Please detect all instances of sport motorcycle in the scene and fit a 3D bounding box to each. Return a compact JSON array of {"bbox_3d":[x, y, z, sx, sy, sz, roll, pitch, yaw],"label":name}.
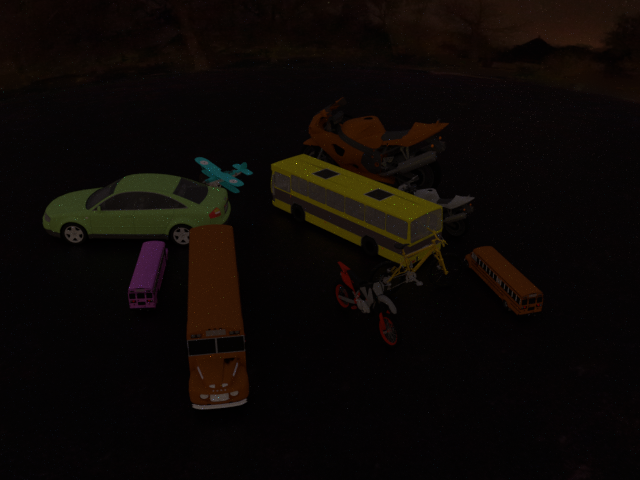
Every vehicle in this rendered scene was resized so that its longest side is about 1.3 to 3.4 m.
[{"bbox_3d":[0.957,-1.736,13.347,2.955,1.596,0.983,12,29,22],"label":"sport motorcycle"},{"bbox_3d":[1.876,-0.555,11.893,1.520,0.821,0.506,17,32,29],"label":"sport motorcycle"}]

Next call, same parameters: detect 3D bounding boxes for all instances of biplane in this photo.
[{"bbox_3d":[-1.822,-1.236,13.568,1.336,0.504,1.090,24,36,39],"label":"biplane"}]

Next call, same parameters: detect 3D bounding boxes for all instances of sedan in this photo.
[{"bbox_3d":[-3.094,-0.577,11.806,3.137,0.940,1.235,1,27,1],"label":"sedan"}]

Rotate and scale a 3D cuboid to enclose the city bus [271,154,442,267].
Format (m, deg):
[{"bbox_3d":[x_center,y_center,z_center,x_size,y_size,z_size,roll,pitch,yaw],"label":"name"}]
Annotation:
[{"bbox_3d":[0.515,-0.537,11.777,0.926,0.894,3.255,-23,35,-38],"label":"city bus"}]

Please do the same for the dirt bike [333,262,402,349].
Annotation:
[{"bbox_3d":[0.614,0.791,9.229,0.527,0.857,1.493,-16,31,-29],"label":"dirt bike"}]

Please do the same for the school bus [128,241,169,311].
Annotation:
[{"bbox_3d":[-2.508,0.465,10.328,0.365,0.434,1.708,-2,27,-4],"label":"school bus"}]

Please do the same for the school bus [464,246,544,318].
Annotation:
[{"bbox_3d":[2.623,0.539,10.183,0.365,0.434,1.708,-8,28,-14],"label":"school bus"}]

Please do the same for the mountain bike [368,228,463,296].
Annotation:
[{"bbox_3d":[1.395,0.362,10.054,1.469,0.868,0.573,-7,28,-13],"label":"mountain bike"}]

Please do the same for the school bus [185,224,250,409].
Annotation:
[{"bbox_3d":[-1.358,0.875,9.079,0.709,0.844,3.322,-4,27,-8],"label":"school bus"}]
